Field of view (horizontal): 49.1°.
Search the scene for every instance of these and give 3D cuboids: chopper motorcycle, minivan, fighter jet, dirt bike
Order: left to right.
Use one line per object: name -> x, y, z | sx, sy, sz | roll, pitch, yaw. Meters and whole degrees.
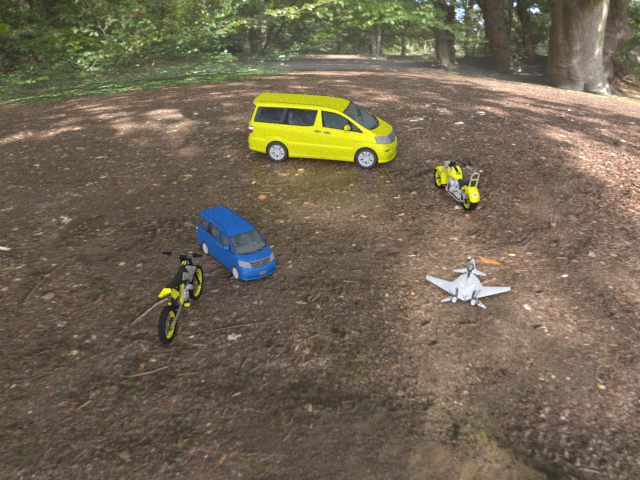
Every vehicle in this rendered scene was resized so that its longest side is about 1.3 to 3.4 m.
dirt bike -> -1.751, 0.619, 8.800 | 0.527, 0.857, 1.493 | 4, 27, 9
minivan -> -1.241, 0.033, 10.261 | 0.681, 0.616, 1.548 | -17, 31, -31
minivan -> 0.075, -2.277, 14.289 | 3.011, 1.197, 1.324 | 6, 27, 11
chopper motorcycle -> 2.395, -1.069, 12.333 | 0.466, 0.761, 1.563 | -7, 27, -14
fighter jet -> 2.069, 0.483, 9.721 | 1.147, 0.286, 1.358 | 8, 27, 15
